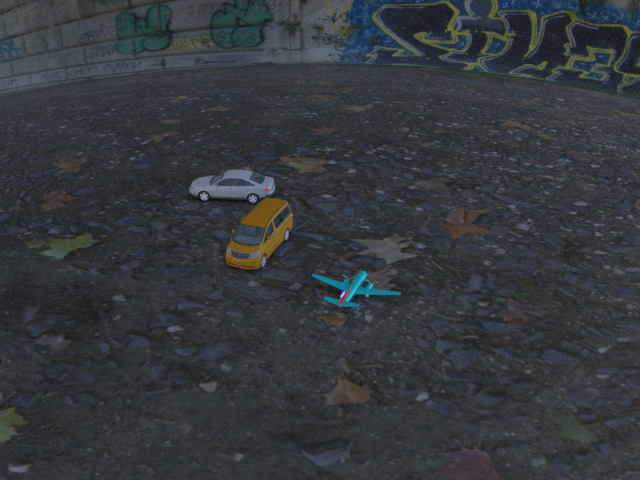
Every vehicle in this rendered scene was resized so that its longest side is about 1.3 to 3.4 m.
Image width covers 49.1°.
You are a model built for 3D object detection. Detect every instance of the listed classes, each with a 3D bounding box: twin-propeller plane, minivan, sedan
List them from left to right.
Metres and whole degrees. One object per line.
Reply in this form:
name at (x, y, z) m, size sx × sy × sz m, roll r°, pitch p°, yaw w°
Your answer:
sedan at (-1.655, -1.045, 13.159) m, size 1.613 × 0.483 × 0.635 m, roll 3°, pitch 28°, yaw 5°
minivan at (-0.970, -0.113, 11.280) m, size 0.681 × 0.616 × 1.548 m, roll 10°, pitch 30°, yaw 18°
twin-propeller plane at (0.480, 0.655, 10.066) m, size 1.370 × 0.407 × 1.095 m, roll 11°, pitch 30°, yaw 20°
